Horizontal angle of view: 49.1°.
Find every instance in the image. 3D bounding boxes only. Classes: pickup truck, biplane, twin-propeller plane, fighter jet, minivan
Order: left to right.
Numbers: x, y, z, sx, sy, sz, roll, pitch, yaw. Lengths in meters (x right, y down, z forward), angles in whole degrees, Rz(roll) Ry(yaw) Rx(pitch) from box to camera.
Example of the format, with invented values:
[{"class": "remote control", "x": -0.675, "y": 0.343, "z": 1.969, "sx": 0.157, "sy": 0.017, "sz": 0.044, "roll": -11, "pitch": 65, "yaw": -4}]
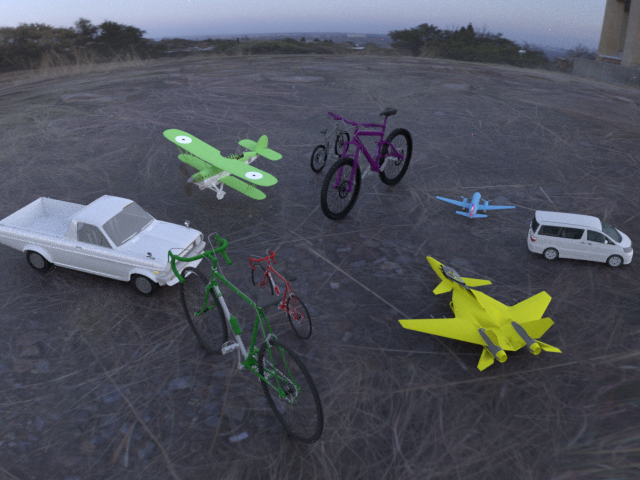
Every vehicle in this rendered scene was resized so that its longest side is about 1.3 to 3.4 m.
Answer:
[{"class": "pickup truck", "x": -3.312, "y": -0.081, "z": 10.517, "sx": 3.117, "sy": 0.993, "sz": 1.244, "roll": 11, "pitch": 31, "yaw": 19}, {"class": "biplane", "x": -1.626, "y": -1.374, "z": 12.859, "sx": 2.598, "sy": 0.981, "sz": 2.120, "roll": 20, "pitch": 35, "yaw": 32}, {"class": "fighter jet", "x": 2.051, "y": 0.712, "z": 9.535, "sx": 2.229, "sy": 0.557, "sz": 2.640, "roll": -9, "pitch": 30, "yaw": -16}, {"class": "twin-propeller plane", "x": 2.681, "y": -0.645, "z": 12.136, "sx": 1.370, "sy": 0.407, "sz": 1.095, "roll": 9, "pitch": 30, "yaw": 15}, {"class": "minivan", "x": 4.039, "y": -0.041, "z": 10.833, "sx": 1.548, "sy": 0.616, "sz": 0.681, "roll": 6, "pitch": 30, "yaw": 11}]

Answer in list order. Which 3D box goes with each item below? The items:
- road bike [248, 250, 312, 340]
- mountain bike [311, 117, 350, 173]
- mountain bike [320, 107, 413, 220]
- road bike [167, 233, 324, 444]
[{"class": "road bike", "x": -0.534, "y": 0.692, "z": 9.268, "sx": 0.358, "sy": 0.852, "sz": 1.545, "roll": -18, "pitch": 34, "yaw": -29}, {"class": "mountain bike", "x": 0.221, "y": -1.912, "z": 13.945, "sx": 0.573, "sy": 0.868, "sz": 1.469, "roll": 17, "pitch": 33, "yaw": 27}, {"class": "mountain bike", "x": 0.884, "y": -1.469, "z": 12.301, "sx": 1.114, "sy": 1.688, "sz": 2.857, "roll": 20, "pitch": 35, "yaw": 31}, {"class": "road bike", "x": -0.885, "y": 1.015, "z": 7.857, "sx": 0.696, "sy": 1.656, "sz": 3.004, "roll": -20, "pitch": 35, "yaw": -32}]
